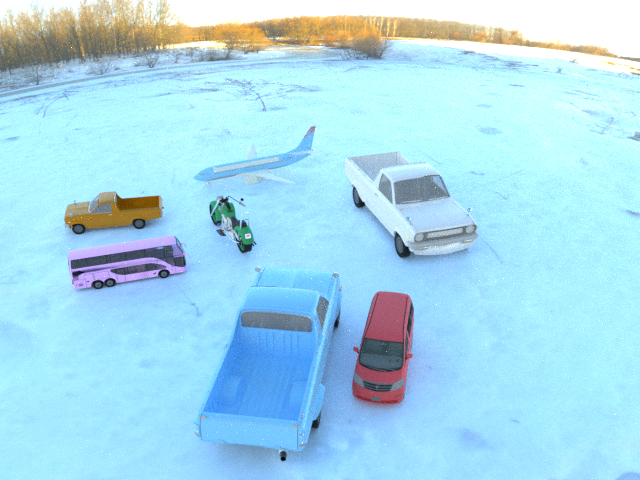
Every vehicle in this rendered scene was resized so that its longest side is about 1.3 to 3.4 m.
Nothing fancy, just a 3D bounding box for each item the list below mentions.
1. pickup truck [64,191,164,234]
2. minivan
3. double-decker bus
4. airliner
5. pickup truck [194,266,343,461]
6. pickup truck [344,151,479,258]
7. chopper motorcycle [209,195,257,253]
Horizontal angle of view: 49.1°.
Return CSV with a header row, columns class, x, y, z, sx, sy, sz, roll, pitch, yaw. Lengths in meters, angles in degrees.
class,x,y,z,sx,sy,sz,roll,pitch,yaw
pickup truck,-3.416,-0.504,11.610,1.603,0.511,0.640,-6,29,-10
minivan,0.770,1.240,8.247,0.681,0.616,1.548,6,29,10
double-decker bus,-2.723,0.311,10.057,1.672,0.541,0.389,-9,30,-17
airliner,-1.192,-1.604,13.316,2.541,0.835,2.257,-12,31,-22
pickup truck,-0.472,1.149,8.018,1.244,0.993,3.117,4,28,7
pickup truck,1.411,-0.774,11.602,1.244,0.993,3.117,-9,29,-16
chopper motorcycle,-1.432,-0.366,11.088,0.466,0.761,1.563,-14,31,-25
